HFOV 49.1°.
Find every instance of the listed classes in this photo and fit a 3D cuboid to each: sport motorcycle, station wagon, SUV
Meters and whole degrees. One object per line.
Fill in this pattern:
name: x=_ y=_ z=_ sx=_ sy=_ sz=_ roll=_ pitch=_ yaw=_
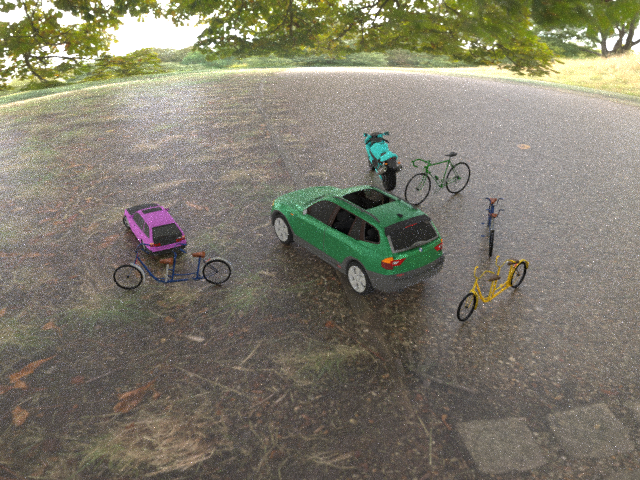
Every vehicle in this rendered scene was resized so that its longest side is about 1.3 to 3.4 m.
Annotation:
sport motorcycle: x=1.153 y=-1.504 z=13.103 sx=0.506 sy=0.821 sz=1.520 roll=-6 pitch=28 yaw=-11
station wagon: x=-2.641 y=-0.273 z=11.069 sx=0.682 sy=0.473 sz=1.597 roll=-14 pitch=30 yaw=-26
SUV: x=0.465 y=-0.239 z=10.280 sx=1.276 sy=1.128 sz=3.058 roll=-18 pitch=32 yaw=-31

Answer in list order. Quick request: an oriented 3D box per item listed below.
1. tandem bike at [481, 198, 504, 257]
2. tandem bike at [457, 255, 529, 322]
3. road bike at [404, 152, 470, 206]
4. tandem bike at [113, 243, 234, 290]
tandem bike: x=2.693 y=-0.335 z=10.960 sx=0.283 sy=0.682 sz=1.642 roll=5 pitch=27 yaw=10
tandem bike: x=2.319 y=0.540 z=9.242 sx=1.642 sy=0.682 sz=0.283 roll=-24 pitch=35 yaw=-38
road bike: x=2.089 y=-1.108 z=12.291 sx=1.545 sy=0.852 sz=0.358 roll=-17 pitch=31 yaw=-30
tandem bike: x=-2.016 y=0.354 z=9.608 sx=1.642 sy=0.682 sz=0.283 roll=-3 pitch=27 yaw=-6
